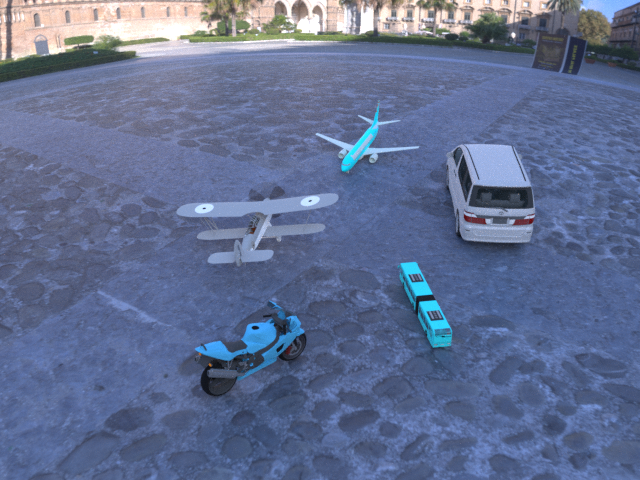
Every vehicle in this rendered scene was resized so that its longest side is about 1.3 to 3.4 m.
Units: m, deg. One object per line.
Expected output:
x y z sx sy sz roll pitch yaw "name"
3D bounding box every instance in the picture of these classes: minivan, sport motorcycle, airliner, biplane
2.885 -1.014 12.101 1.324 1.197 3.011 2 30 3 "minivan"
-0.787 1.308 8.383 1.520 0.821 0.506 -21 35 -32 "sport motorcycle"
0.879 -2.131 14.440 2.257 0.835 2.541 10 31 17 "airliner"
-1.051 -0.155 10.804 2.598 0.981 2.120 4 30 8 "biplane"

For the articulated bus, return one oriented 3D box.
1.439 0.859 9.716 0.311 0.289 1.749 -4 30 -8 "articulated bus"
